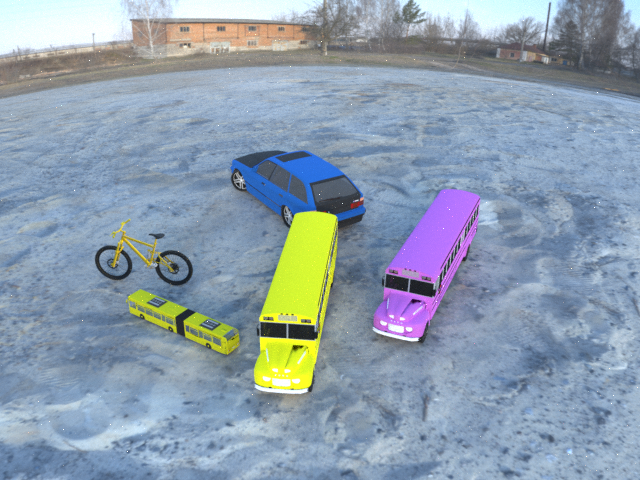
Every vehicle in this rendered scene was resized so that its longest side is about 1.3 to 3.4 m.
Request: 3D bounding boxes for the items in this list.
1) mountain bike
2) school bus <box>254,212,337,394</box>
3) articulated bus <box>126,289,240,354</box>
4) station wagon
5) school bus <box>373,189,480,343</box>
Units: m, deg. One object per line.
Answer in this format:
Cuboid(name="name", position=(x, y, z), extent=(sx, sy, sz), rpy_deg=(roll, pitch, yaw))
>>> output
Cuboid(name="mountain bike", position=(-2.534, 0.226, 9.985), extent=(1.469, 0.868, 0.573), rpy_deg=(4, 28, 8))
Cuboid(name="school bus", position=(-0.248, 0.699, 9.106), extent=(0.709, 0.844, 3.322), rpy_deg=(3, 28, 6))
Cuboid(name="articulated bus", position=(-1.794, 1.041, 9.052), extent=(1.749, 0.289, 0.311), rpy_deg=(17, 32, 29))
Cuboid(name="station wagon", position=(-0.496, -1.084, 12.434), extent=(1.327, 0.920, 3.105), rpy_deg=(-17, 32, -29))
Cuboid(name="school bus", position=(1.576, 0.273, 9.922), extent=(0.709, 0.844, 3.322), rpy_deg=(11, 30, 21))
